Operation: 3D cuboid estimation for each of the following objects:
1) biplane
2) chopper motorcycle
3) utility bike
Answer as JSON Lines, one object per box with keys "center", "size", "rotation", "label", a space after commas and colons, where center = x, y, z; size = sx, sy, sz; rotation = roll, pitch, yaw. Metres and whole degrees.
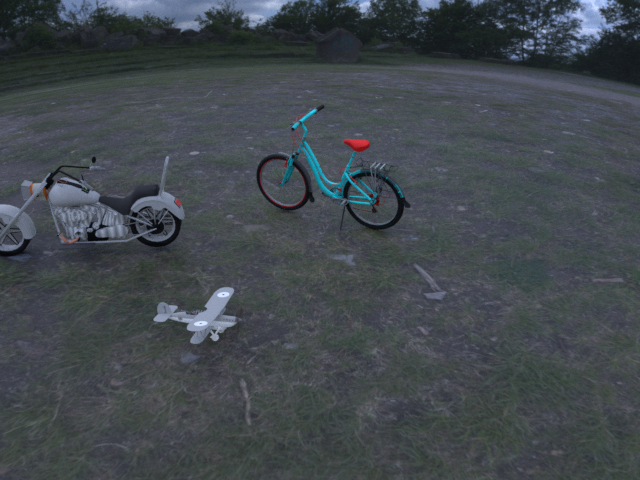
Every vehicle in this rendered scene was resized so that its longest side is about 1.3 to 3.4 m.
{"center": [-1.480, 0.946, 8.643], "size": [1.090, 0.504, 1.336], "rotation": [4, 27, 9], "label": "biplane"}
{"center": [-3.574, -0.503, 10.423], "size": [3.040, 1.480, 0.906], "rotation": [-2, 27, -4], "label": "chopper motorcycle"}
{"center": [0.114, -1.099, 11.200], "size": [2.791, 1.839, 1.039], "rotation": [13, 30, 23], "label": "utility bike"}
